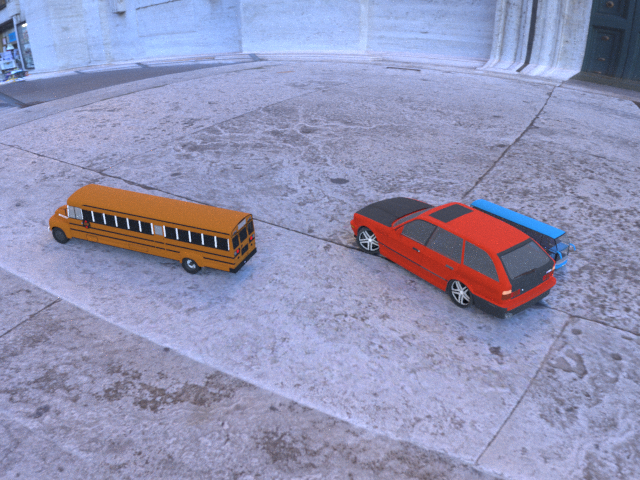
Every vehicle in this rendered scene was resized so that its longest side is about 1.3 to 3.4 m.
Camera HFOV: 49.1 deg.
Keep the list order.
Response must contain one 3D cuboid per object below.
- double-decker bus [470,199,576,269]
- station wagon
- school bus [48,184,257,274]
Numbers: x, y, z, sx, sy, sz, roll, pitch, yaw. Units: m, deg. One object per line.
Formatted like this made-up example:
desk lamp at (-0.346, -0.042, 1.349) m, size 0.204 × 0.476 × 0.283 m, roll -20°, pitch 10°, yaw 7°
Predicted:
double-decker bus at (2.951, -0.090, 10.432) m, size 0.389 × 0.541 × 1.672 m, roll -24°, pitch 37°, yaw -36°
station wagon at (1.763, -0.008, 9.891) m, size 1.327 × 0.920 × 3.105 m, roll -21°, pitch 35°, yaw -33°
school bus at (-2.574, -0.205, 10.327) m, size 3.322 × 0.844 × 0.709 m, roll 11°, pitch 31°, yaw 19°
